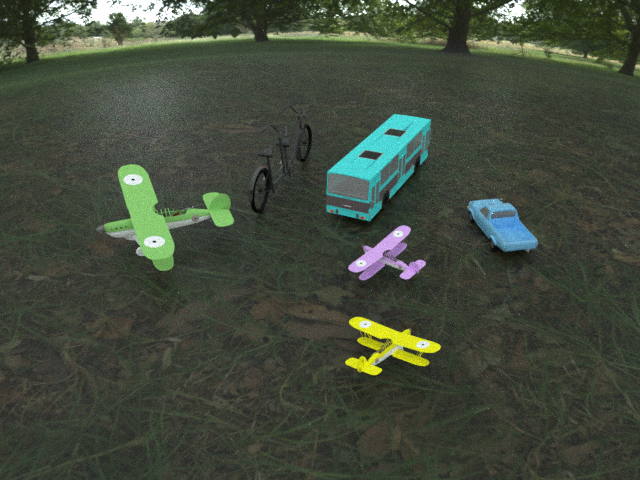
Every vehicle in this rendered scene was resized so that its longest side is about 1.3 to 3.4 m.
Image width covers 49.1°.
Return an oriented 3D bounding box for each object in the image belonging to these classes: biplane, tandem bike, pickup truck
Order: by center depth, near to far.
[{"bbox_3d":[0.791,1.347,8.626,1.336,0.504,1.090,24,37,36],"label":"biplane"},{"bbox_3d":[1.025,0.303,10.470,1.090,0.504,1.336,25,38,36],"label":"biplane"},{"bbox_3d":[-2.426,-0.306,11.061,2.120,0.981,2.598,-11,31,-19],"label":"biplane"},{"bbox_3d":[2.976,-0.291,11.511,0.640,0.511,1.603,-5,30,-9],"label":"pickup truck"},{"bbox_3d":[-0.696,-1.628,13.043,0.550,1.326,3.192,9,31,16],"label":"tandem bike"}]

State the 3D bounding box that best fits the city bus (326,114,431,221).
[{"bbox_3d":[1.168,-1.389,13.058,0.926,0.894,3.255,13,32,22],"label":"city bus"}]
